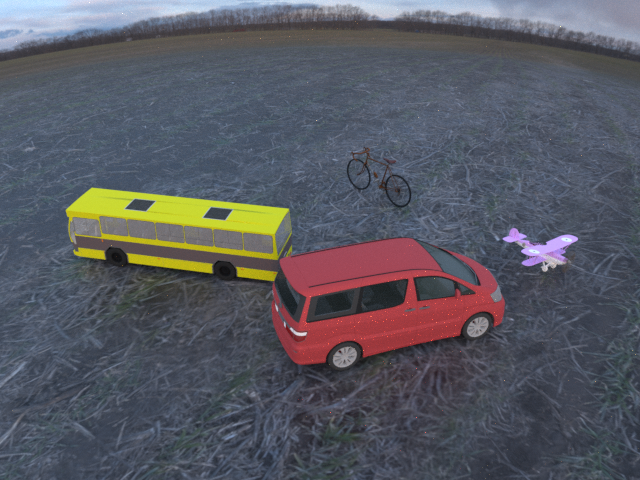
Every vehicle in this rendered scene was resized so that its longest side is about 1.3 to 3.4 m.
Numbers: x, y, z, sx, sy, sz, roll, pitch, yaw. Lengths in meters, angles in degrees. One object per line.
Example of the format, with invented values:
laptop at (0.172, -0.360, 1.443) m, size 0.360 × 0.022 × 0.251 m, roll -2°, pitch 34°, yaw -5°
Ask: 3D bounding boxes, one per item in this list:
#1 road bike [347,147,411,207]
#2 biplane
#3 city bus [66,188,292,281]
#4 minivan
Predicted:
road bike at (1.031, -1.136, 12.410) m, size 0.358 × 0.852 × 1.545 m, roll -25°, pitch 39°, yaw -36°
biplane at (3.313, 0.135, 10.562) m, size 1.336 × 0.504 × 1.090 m, roll -23°, pitch 37°, yaw -34°
city bus at (-2.093, -0.070, 10.528) m, size 3.255 × 0.894 × 0.926 m, roll 7°, pitch 31°, yaw 11°
minivan at (0.916, 0.675, 8.940) m, size 3.011 × 1.197 × 1.324 m, roll -10°, pitch 32°, yaw -16°
